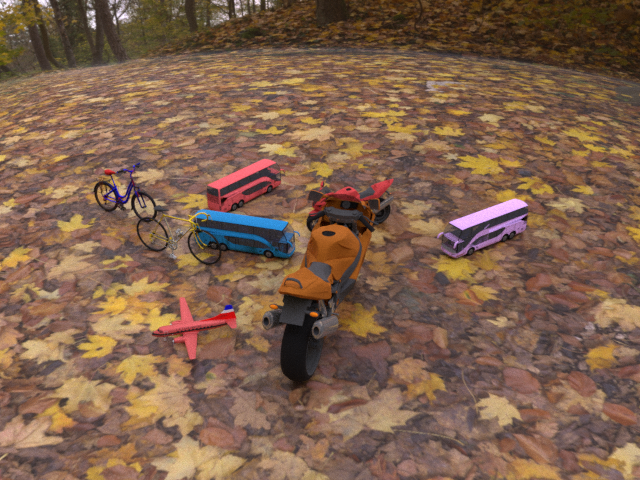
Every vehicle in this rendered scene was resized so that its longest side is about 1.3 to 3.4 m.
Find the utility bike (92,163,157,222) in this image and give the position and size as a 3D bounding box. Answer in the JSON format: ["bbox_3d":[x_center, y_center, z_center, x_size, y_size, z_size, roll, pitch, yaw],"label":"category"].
[{"bbox_3d":[-3.317,-0.858,11.870,1.435,0.946,0.535,15,33,24],"label":"utility bike"}]

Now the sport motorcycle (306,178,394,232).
[{"bbox_3d":[0.495,-0.560,11.471,1.520,0.821,0.506,-10,31,-18],"label":"sport motorcycle"}]

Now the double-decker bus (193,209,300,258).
[{"bbox_3d":[-1.161,-0.091,10.927,1.672,0.541,0.389,8,31,15],"label":"double-decker bus"}]

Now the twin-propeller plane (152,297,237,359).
[{"bbox_3d":[-1.619,1.072,9.013,1.095,0.407,1.370,-8,30,-13],"label":"twin-propeller plane"}]

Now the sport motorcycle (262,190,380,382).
[{"bbox_3d":[0.089,0.459,8.887,0.983,1.596,2.955,9,31,15],"label":"sport motorcycle"}]

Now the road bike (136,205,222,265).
[{"bbox_3d":[-2.169,-0.101,10.630,1.545,0.852,0.358,13,32,21],"label":"road bike"}]

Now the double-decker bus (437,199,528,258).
[{"bbox_3d":[2.605,-0.180,11.084,1.672,0.541,0.389,-18,34,-29],"label":"double-decker bus"}]

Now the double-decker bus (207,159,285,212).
[{"bbox_3d":[-1.316,-0.984,12.503,0.389,0.541,1.672,21,36,33],"label":"double-decker bus"}]
